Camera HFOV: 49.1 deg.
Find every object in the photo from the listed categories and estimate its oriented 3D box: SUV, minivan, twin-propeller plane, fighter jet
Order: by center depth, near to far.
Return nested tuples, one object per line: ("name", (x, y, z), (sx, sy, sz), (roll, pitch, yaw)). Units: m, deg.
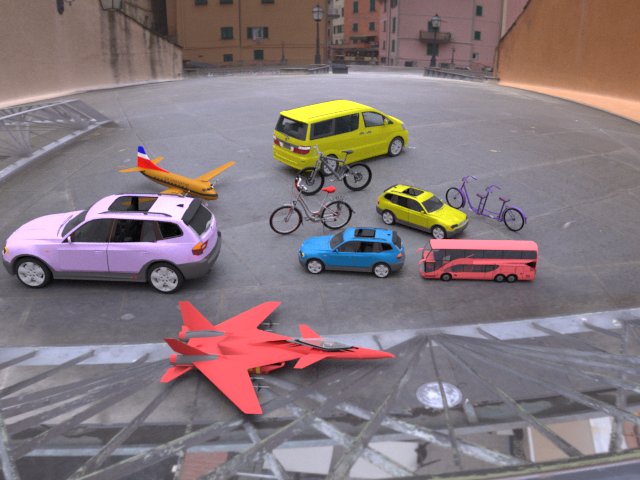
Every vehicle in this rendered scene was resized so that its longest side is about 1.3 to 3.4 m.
("fighter jet", (-0.440, 1.184, 8.160), (2.640, 0.557, 2.229), (1, 26, 2))
("SUV", (-2.962, -0.043, 10.022), (3.058, 1.128, 1.276), (2, 26, 4))
("SUV", (0.468, 0.136, 10.278), (1.572, 0.580, 0.656), (3, 26, 6))
("SUV", (1.679, -0.495, 11.571), (1.572, 0.580, 0.656), (19, 32, 34))
("twin-propeller plane", (-2.618, -1.150, 12.671), (2.129, 0.792, 2.663), (19, 32, 33))
("minivan", (0.501, -2.225, 14.410), (3.011, 1.197, 1.324), (-20, 32, -34))

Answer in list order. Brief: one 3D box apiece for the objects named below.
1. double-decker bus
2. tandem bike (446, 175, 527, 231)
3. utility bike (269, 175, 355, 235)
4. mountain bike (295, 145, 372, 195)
("double-decker bus", (2.238, 0.289, 10.010), (1.672, 0.541, 0.389), (1, 26, 2))
("tandem bike", (2.773, -0.649, 11.771), (0.283, 0.682, 1.642), (-22, 33, -37))
("utility bike", (-0.102, -0.528, 11.221), (1.435, 0.946, 0.535), (-6, 27, -13))
("mountain bike", (0.253, -1.265, 12.819), (1.469, 0.868, 0.573), (-6, 27, -13))
